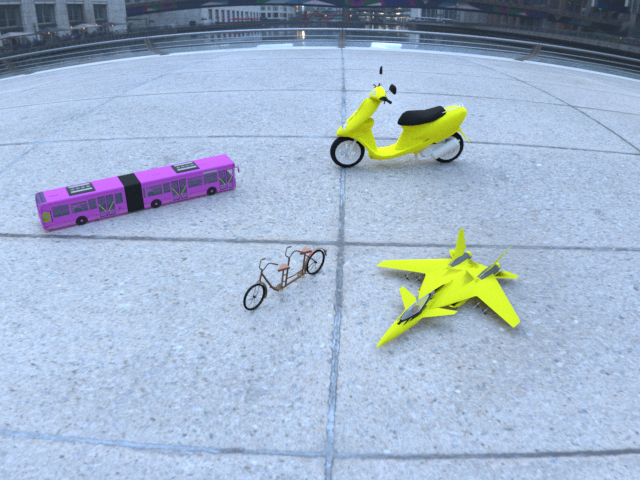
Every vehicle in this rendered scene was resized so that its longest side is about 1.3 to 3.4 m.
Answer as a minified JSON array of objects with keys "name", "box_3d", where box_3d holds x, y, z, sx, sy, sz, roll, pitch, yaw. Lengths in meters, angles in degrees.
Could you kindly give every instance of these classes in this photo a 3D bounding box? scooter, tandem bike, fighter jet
[{"name":"scooter","box_3d":[1.542,-2.241,13.203,2.721,1.786,1.288,-3,31,-6]},{"name":"tandem bike","box_3d":[-0.464,0.423,9.809,0.283,0.682,1.642,25,39,36]},{"name":"fighter jet","box_3d":[1.585,0.678,9.502,2.229,0.557,2.640,24,38,35]}]

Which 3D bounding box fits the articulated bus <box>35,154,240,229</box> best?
[{"name":"articulated bus","box_3d":[-3.073,-0.857,12.076,3.401,0.561,0.605,-15,34,-24]}]
